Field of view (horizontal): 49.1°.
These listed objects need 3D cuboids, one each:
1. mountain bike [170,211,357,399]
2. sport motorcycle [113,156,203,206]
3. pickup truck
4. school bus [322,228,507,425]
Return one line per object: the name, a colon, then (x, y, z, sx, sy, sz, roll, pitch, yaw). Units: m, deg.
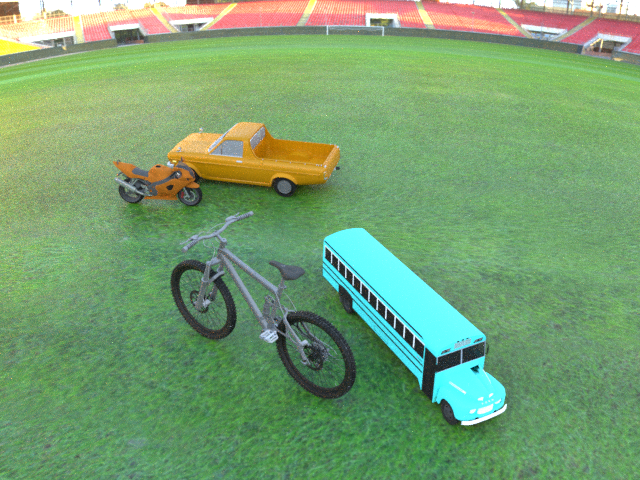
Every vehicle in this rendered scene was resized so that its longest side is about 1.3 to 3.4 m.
mountain bike: (-0.758, 0.755, 8.127, 2.857, 1.688, 1.114, 21, 36, 32)
sport motorcycle: (-2.781, -0.987, 12.048, 1.520, 0.821, 0.506, 3, 30, 6)
pickup truck: (-1.222, -1.571, 12.897, 3.117, 0.993, 1.244, 8, 31, 13)
school bus: (1.058, 0.947, 8.640, 0.709, 0.844, 3.322, -14, 33, -23)
